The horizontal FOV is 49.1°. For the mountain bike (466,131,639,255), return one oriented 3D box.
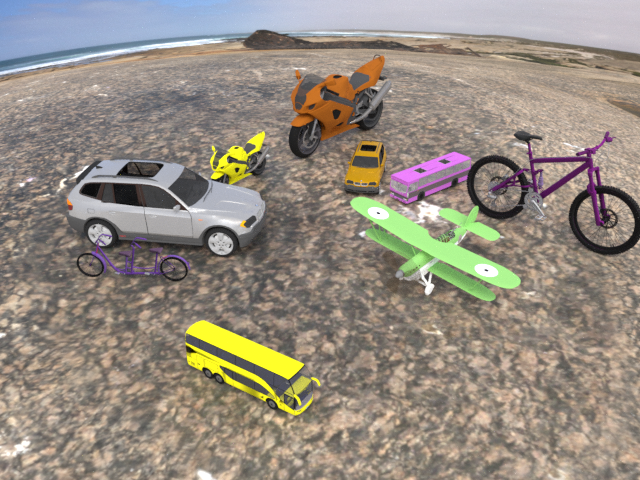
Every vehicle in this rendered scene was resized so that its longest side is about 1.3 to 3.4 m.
[{"bbox_3d":[3.545,-0.830,10.714,2.857,1.688,1.114,23,37,35],"label":"mountain bike"}]

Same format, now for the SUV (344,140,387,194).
[{"bbox_3d":[0.851,-1.354,12.776,0.656,0.580,1.572,5,30,9],"label":"SUV"}]

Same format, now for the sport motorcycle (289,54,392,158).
[{"bbox_3d":[0.388,-2.752,14.227,0.983,1.596,2.955,22,36,34],"label":"sport motorcycle"}]

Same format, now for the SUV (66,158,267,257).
[{"bbox_3d":[-2.366,-0.581,10.842,3.058,1.128,1.276,4,30,7],"label":"SUV"}]

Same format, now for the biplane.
[{"bbox_3d":[1.690,0.118,9.750,2.598,0.981,2.120,22,36,34],"label":"biplane"}]

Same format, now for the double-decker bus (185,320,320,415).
[{"bbox_3d":[-0.796,1.431,7.863,1.672,0.541,0.389,18,34,29],"label":"double-decker bus"}]

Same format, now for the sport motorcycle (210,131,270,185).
[{"bbox_3d":[-1.459,-1.381,12.579,0.506,0.821,1.520,18,34,29],"label":"sport motorcycle"}]

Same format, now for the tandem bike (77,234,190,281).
[{"bbox_3d":[-2.633,0.261,9.800,1.642,0.682,0.283,2,29,4],"label":"tandem bike"}]

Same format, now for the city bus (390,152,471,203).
[{"bbox_3d":[1.979,-1.102,12.451,1.674,0.460,0.476,-22,36,-34],"label":"city bus"}]
